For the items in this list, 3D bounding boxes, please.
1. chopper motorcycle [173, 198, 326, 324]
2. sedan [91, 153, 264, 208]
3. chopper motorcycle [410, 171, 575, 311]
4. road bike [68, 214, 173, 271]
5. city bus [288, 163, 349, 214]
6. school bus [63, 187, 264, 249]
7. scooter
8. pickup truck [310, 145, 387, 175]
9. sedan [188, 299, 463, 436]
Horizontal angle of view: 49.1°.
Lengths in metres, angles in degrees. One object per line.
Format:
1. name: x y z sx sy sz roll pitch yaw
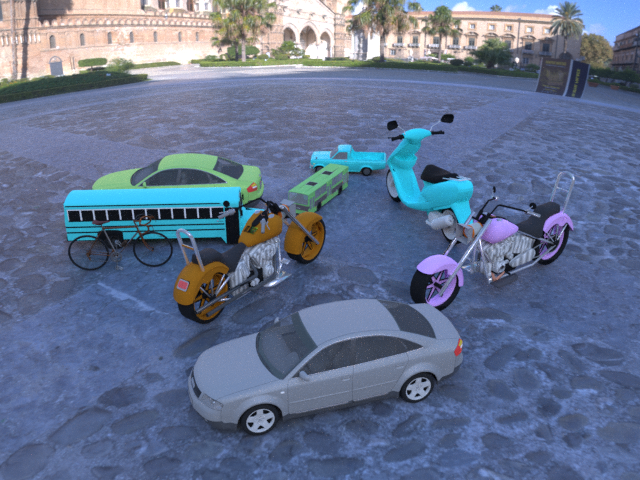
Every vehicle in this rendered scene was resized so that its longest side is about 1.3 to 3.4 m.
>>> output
1. chopper motorcycle: -0.872 0.056 9.808 0.906 1.480 3.040 17 31 31
2. sedan: -2.592 -1.028 12.668 3.137 0.940 1.235 0 26 0
3. chopper motorcycle: 2.527 -0.010 9.944 3.040 1.480 0.906 -16 30 -30
4. road bike: -3.009 0.055 10.531 1.545 0.852 0.358 -3 26 -6
5. city bus: -0.001 -0.937 13.030 0.476 0.460 1.674 13 29 24
6. school bus: -2.409 -0.390 11.459 3.322 0.844 0.709 -1 26 -3
7. scooter: 1.818 -1.134 11.915 1.288 1.786 2.721 -10 28 -20
8. pickup truck: 0.588 -1.678 14.504 1.603 0.511 0.640 2 26 5
9. sedan: 0.083 1.283 7.892 3.137 0.940 1.235 -8 27 -16
